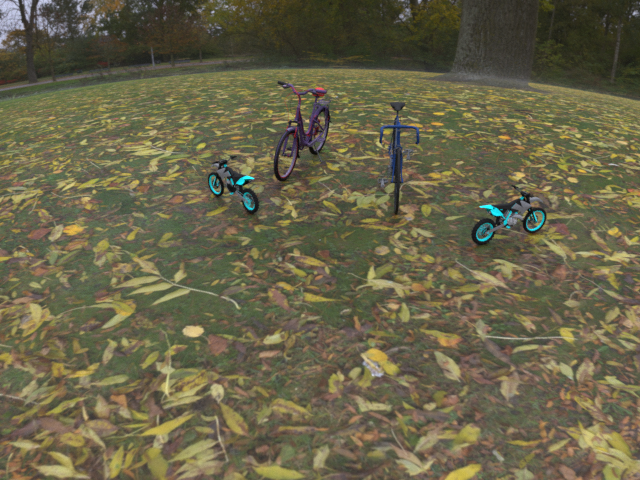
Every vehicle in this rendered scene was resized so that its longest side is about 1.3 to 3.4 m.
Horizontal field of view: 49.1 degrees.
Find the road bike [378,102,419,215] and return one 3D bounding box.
[{"bbox_3d":[1.440,-1.676,13.165,0.696,1.656,3.004,2,27,4],"label":"road bike"}]

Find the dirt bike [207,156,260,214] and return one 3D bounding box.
[{"bbox_3d":[-1.620,-1.045,12.816,0.527,0.857,1.493,-24,36,-38],"label":"dirt bike"}]

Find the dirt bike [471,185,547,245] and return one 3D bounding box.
[{"bbox_3d":[3.161,-0.409,11.591,1.493,0.857,0.527,-11,29,-20],"label":"dirt bike"}]

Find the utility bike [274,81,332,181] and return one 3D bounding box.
[{"bbox_3d":[-0.221,-2.368,14.300,1.039,1.839,2.791,11,29,20],"label":"utility bike"}]
